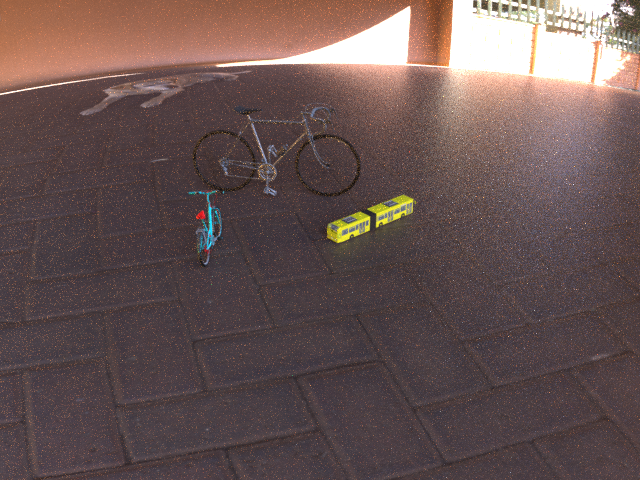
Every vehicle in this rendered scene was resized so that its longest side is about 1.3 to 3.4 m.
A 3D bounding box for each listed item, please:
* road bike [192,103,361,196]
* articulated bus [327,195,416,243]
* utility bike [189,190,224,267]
[{"bbox_3d":[-0.783,-1.563,12.215,3.004,1.656,0.696,3,28,6],"label":"road bike"},{"bbox_3d":[0.851,-0.356,11.396,1.749,0.289,0.311,-22,35,-35],"label":"articulated bus"},{"bbox_3d":[-1.711,-0.240,10.476,0.535,0.946,1.435,2,28,4],"label":"utility bike"}]
